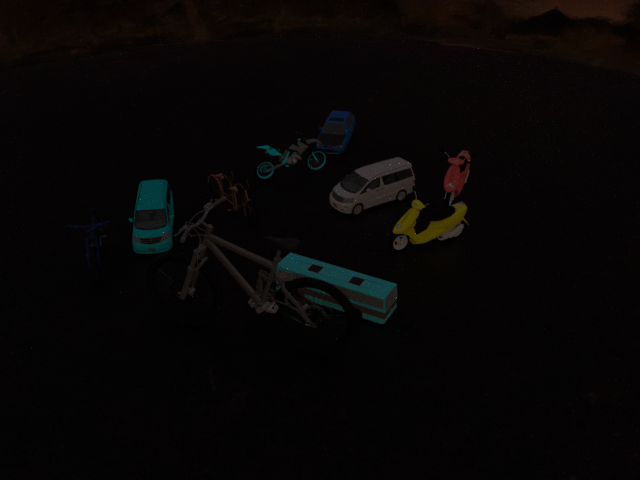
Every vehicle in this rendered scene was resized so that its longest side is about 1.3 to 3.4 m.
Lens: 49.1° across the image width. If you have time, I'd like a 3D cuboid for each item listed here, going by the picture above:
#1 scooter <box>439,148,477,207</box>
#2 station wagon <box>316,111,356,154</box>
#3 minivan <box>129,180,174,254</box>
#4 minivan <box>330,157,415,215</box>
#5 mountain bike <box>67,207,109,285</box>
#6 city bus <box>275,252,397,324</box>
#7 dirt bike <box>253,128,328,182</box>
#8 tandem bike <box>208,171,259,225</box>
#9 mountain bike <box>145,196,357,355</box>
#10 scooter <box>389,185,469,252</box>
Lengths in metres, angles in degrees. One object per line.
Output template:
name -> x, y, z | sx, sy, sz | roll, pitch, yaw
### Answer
scooter -> 2.403, -1.204, 12.252 | 0.662, 0.919, 1.399 | 12, 33, 19
station wagon -> 0.334, -2.260, 14.454 | 0.682, 0.473, 1.597 | 6, 31, 10
minivan -> -2.661, -0.383, 11.173 | 0.681, 0.616, 1.548 | -4, 31, -7
minivan -> 0.903, -0.945, 12.114 | 1.548, 0.616, 0.681 | -18, 35, -28
mountain bike -> -3.310, 0.006, 10.276 | 0.573, 0.868, 1.469 | -6, 31, -10
city bus -> 0.206, 0.663, 9.573 | 1.674, 0.460, 0.476 | 16, 34, 24
dirt bike -> -0.539, -1.564, 12.914 | 1.493, 0.857, 0.527 | -13, 33, -20
tandem bike -> -1.485, -0.813, 11.829 | 0.283, 0.682, 1.642 | -21, 37, -31
mountain bike -> -0.909, 0.523, 8.610 | 2.857, 1.688, 1.114 | 10, 32, 16
scooter -> 1.701, -0.331, 10.791 | 1.399, 0.919, 0.662 | -12, 33, -20
